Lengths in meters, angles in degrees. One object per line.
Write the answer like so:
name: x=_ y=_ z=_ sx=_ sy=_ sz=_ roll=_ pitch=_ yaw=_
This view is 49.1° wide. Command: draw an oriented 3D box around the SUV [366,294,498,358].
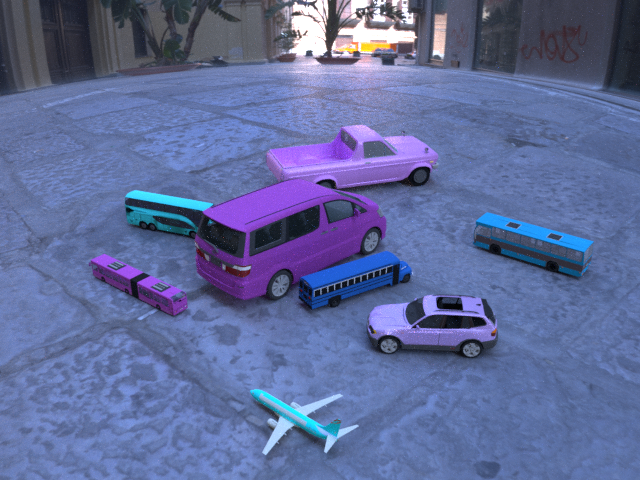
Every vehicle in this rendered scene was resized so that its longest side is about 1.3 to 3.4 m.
SUV: x=1.350 y=0.987 z=8.442 sx=1.572 sy=0.580 sz=0.656 roll=2 pitch=27 yaw=4

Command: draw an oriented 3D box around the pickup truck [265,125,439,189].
pickup truck: x=0.604 y=-1.520 z=12.877 sx=3.117 sy=0.993 sz=1.244 roll=-9 pitch=28 yaw=-17

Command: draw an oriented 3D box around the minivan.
minivan: x=-0.315 y=-0.187 z=10.055 sx=3.011 sy=1.197 sz=1.324 roll=-24 pitch=36 yaw=-39

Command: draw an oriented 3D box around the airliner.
airliner: x=-0.266 y=1.728 z=7.161 sx=1.307 sy=0.429 sz=1.161 roll=22 pitch=34 yaw=36

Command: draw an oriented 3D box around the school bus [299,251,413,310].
school bus: x=0.526 y=0.517 z=9.519 sx=1.708 sy=0.434 sz=0.365 roll=-16 pitch=31 yaw=-28

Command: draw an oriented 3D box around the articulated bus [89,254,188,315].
articulated bus: x=-2.492 y=0.590 z=9.535 sx=1.749 sy=0.289 sz=0.311 roll=20 pitch=33 yaw=33

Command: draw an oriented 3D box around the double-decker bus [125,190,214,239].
double-decker bus: x=-2.331 y=-0.397 z=11.183 sx=1.672 sy=0.541 sz=0.389 roll=10 pitch=29 yaw=19

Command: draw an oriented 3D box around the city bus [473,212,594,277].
city bus: x=3.125 y=0.069 z=10.363 sx=1.674 sy=0.460 sz=0.476 roll=19 pitch=33 yaw=32
